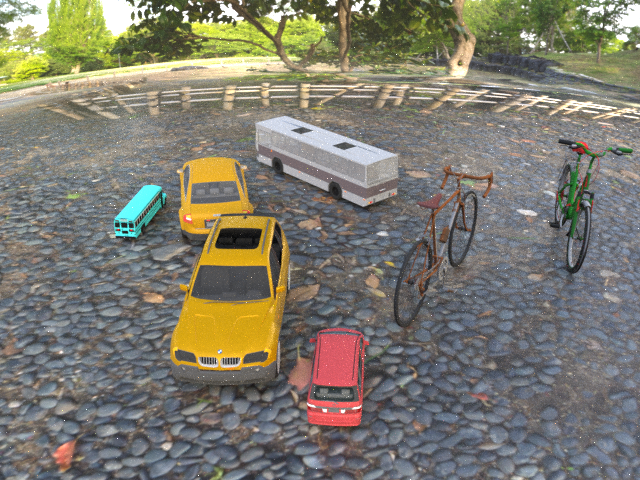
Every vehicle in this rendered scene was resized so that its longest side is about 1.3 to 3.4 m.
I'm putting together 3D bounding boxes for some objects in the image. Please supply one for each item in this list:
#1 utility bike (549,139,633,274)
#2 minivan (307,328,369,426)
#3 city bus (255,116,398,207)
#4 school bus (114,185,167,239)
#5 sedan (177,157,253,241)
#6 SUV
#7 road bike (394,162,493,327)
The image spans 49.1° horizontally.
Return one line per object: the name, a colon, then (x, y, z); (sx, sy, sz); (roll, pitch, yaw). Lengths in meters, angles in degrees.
utility bike: (4.035, -0.748, 10.777); (1.039, 1.839, 2.791); (5, 27, 10)
minivan: (0.198, 1.406, 7.825); (0.681, 0.616, 1.548); (2, 27, 4)
city bus: (0.039, -1.529, 13.403); (0.926, 0.894, 3.255); (-21, 33, -36)
school bus: (-3.012, -0.519, 11.892); (0.365, 0.434, 1.708); (3, 27, 6)
sedan: (-1.837, -0.908, 12.107); (1.235, 0.940, 3.137); (-5, 27, -9)
SUV: (-1.047, 0.615, 8.838); (1.276, 1.128, 3.058); (1, 26, 1)
road bike: (1.660, -0.027, 9.534); (0.696, 1.656, 3.004); (14, 30, 27)
